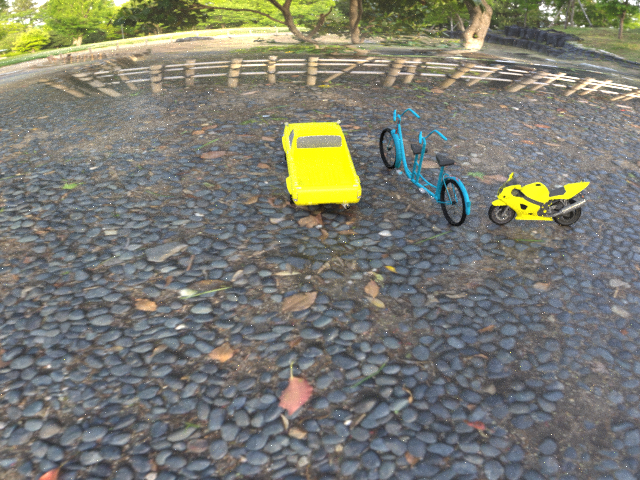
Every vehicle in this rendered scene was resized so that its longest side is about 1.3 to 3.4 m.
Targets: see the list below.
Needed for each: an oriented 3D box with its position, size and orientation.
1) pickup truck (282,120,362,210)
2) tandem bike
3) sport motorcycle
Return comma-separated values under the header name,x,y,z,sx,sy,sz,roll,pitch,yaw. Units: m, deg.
name,x,y,z,sx,sy,sz,roll,pitch,yaw
pickup truck,-0.023,-1.487,12.540,1.244,0.993,3.117,-3,30,-5
tandem bike,1.727,-1.368,12.007,0.550,1.326,3.192,-11,32,-18
sport motorcycle,3.478,-0.606,11.203,1.520,0.821,0.506,1,30,1
